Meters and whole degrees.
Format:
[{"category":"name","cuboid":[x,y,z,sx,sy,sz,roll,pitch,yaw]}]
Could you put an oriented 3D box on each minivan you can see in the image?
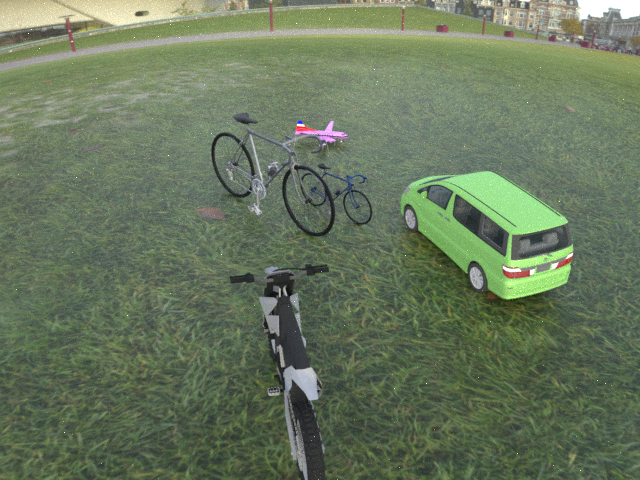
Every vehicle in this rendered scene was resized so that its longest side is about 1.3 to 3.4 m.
[{"category":"minivan","cuboid":[2.328,-0.321,10.294,1.324,1.197,3.011,-13,33,-20]}]

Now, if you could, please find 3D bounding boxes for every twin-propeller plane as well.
[{"category":"twin-propeller plane","cuboid":[0.044,-2.196,14.196,1.095,0.407,1.370,5,31,9]}]

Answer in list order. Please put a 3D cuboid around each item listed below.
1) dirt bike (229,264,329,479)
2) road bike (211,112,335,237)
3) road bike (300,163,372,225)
[{"category":"dirt bike","cuboid":[-0.341,1.188,7.316,1.024,1.666,2.903,-6,31,-11]},{"category":"road bike","cuboid":[-0.837,-1.145,11.224,0.696,1.656,3.004,-27,40,-37]},{"category":"road bike","cuboid":[0.246,-0.794,11.421,1.545,0.852,0.358,25,39,35]}]
